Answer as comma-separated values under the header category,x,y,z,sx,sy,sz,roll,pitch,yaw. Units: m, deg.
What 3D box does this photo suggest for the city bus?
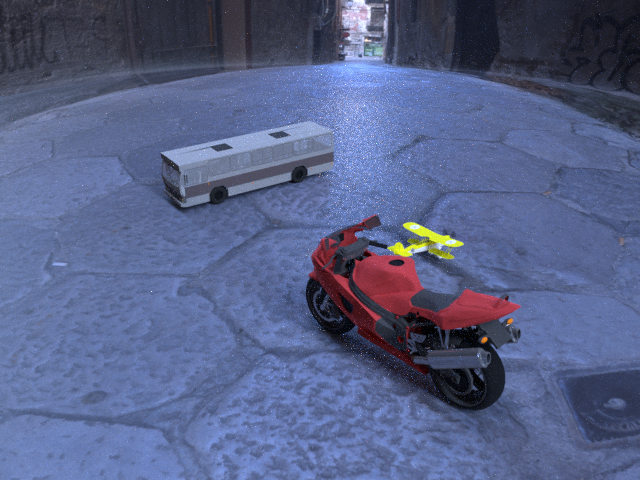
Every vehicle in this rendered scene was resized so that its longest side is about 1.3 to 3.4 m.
category,x,y,z,sx,sy,sz,roll,pitch,yaw
city bus,-1.287,-1.427,13.102,3.255,0.894,0.926,-18,32,-30

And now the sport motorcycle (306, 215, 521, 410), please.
category,x,y,z,sx,sy,sz,roll,pitch,yaw
sport motorcycle,0.900,0.797,8.062,2.955,1.596,0.983,24,36,39

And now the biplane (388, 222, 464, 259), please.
category,x,y,z,sx,sy,sz,roll,pitch,yaw
biplane,1.558,0.074,10.639,1.090,0.504,1.336,-14,31,-25
